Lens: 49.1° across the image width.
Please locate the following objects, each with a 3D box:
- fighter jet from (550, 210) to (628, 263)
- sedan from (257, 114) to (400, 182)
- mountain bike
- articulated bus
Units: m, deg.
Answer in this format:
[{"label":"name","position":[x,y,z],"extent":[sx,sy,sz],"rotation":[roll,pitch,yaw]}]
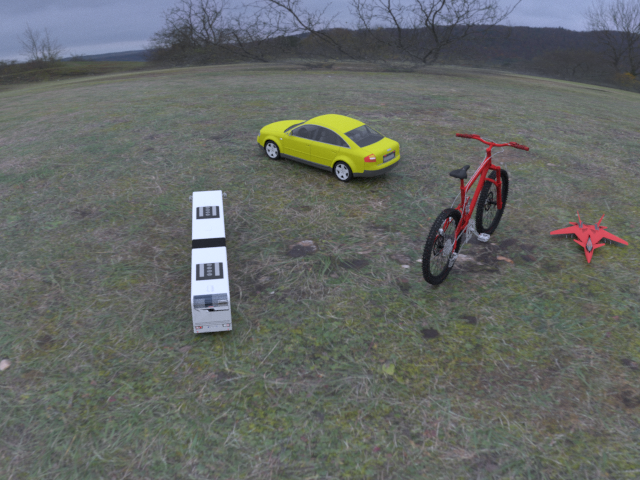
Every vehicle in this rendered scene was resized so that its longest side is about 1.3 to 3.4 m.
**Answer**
[{"label":"fighter jet","position":[4.148,-0.041,10.775],"extent":[1.147,0.286,1.358],"rotation":[9,29,16]},{"label":"sedan","position":[0.100,-1.965,13.761],"extent":[3.137,0.940,1.235],"rotation":[21,34,34]},{"label":"mountain bike","position":[2.203,-0.509,10.159],"extent":[1.114,1.688,2.857],"rotation":[18,32,30]},{"label":"articulated bus","position":[-1.579,0.178,10.058],"extent":[0.605,0.561,3.401],"rotation":[-4,28,-8]}]
